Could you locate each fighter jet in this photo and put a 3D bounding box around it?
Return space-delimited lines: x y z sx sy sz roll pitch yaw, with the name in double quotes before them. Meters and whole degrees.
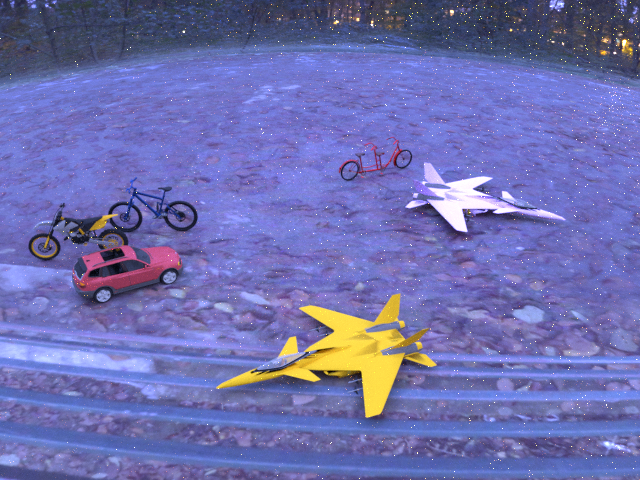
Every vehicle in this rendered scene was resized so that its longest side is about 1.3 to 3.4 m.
"fighter jet" 2.928 -0.744 12.173 2.640 0.557 2.229 12 32 19
"fighter jet" 0.006 1.356 8.575 2.640 0.557 2.229 -11 32 -18

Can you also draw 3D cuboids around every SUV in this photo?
"SUV" -2.798 0.396 10.197 1.572 0.580 0.656 -16 34 -25

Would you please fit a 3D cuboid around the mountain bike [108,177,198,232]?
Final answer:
"mountain bike" -2.758 -0.524 11.488 1.469 0.868 0.573 -1 30 -2

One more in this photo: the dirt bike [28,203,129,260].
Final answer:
"dirt bike" -3.740 -0.095 10.763 1.493 0.857 0.527 -5 31 -8

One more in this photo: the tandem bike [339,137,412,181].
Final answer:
"tandem bike" 1.088 -1.570 13.464 1.642 0.682 0.283 -14 33 -23
